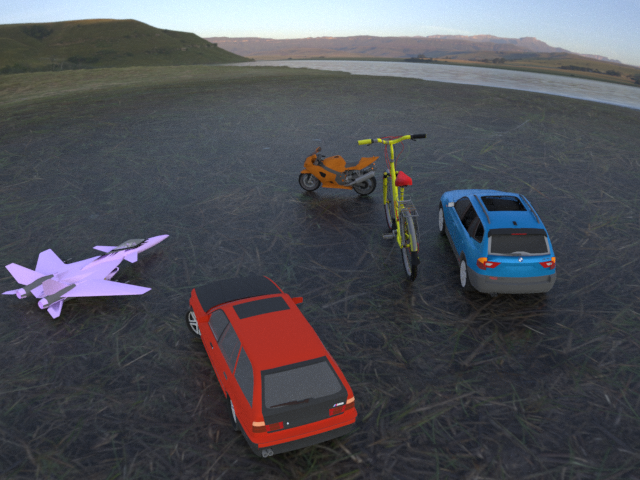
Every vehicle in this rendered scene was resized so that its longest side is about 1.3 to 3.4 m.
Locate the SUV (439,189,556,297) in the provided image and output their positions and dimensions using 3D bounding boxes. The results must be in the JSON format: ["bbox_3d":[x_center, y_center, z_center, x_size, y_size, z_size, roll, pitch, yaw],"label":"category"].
[{"bbox_3d":[2.606,-0.200,10.538,1.276,1.128,3.058,0,26,-1],"label":"SUV"}]

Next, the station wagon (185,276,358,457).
[{"bbox_3d":[-0.677,1.121,8.028,1.327,0.920,3.105,-10,27,-19],"label":"station wagon"}]

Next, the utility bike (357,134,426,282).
[{"bbox_3d":[1.103,-0.605,10.561,1.039,1.839,2.791,-2,26,-4],"label":"utility bike"}]

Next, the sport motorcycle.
[{"bbox_3d":[0.338,-1.262,13.106,1.520,0.821,0.506,5,26,9],"label":"sport motorcycle"}]

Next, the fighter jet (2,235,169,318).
[{"bbox_3d":[-3.188,0.242,10.279,2.229,0.557,2.640,16,30,30],"label":"fighter jet"}]
